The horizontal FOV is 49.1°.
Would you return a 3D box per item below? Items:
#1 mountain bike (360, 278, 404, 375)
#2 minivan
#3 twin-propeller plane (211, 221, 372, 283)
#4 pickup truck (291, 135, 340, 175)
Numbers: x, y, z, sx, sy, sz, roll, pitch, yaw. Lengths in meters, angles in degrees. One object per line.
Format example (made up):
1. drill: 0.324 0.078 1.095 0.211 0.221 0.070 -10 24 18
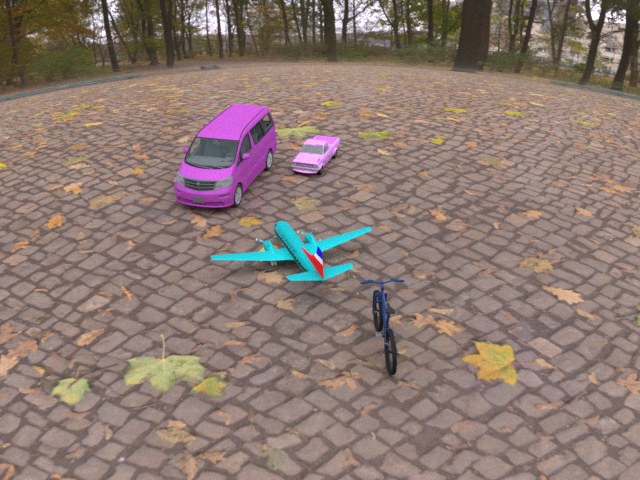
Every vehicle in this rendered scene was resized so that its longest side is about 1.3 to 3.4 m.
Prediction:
1. mountain bike: 0.826 1.028 8.936 0.573 0.868 1.469 -3 28 -5
2. minivan: -1.789 -1.673 13.638 1.324 1.197 3.011 7 29 13
3. twin-propeller plane: -0.334 0.071 10.806 2.663 0.792 2.129 -11 30 -19
4. pickup truck: -0.070 -1.855 14.705 0.640 0.511 1.603 9 29 16
